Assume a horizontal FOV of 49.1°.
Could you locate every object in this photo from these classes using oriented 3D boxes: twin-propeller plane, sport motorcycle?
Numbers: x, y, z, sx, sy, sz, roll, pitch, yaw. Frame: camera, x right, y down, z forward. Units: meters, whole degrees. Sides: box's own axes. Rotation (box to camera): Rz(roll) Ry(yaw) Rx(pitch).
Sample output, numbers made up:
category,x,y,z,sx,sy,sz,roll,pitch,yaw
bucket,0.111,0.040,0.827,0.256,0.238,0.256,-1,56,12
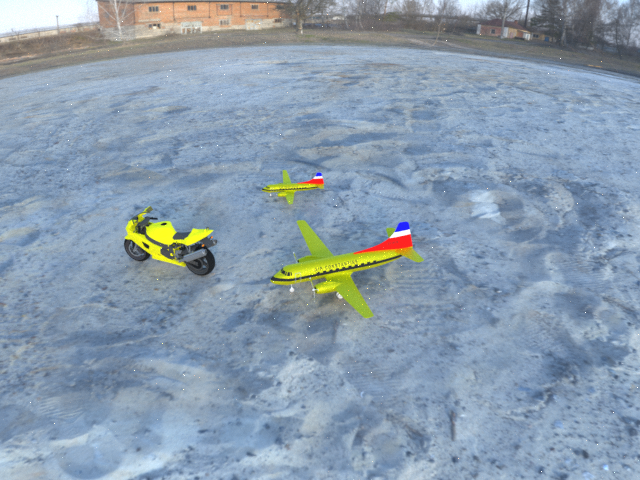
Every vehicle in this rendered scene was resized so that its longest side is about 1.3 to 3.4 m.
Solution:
category,x,y,z,sx,sy,sz,roll,pitch,yaw
twin-propeller plane,0.328,0.243,9.688,2.129,0.792,2.663,-10,32,-17
twin-propeller plane,-0.471,-0.963,12.148,1.095,0.407,1.370,-3,30,-6
sport motorcycle,-2.170,0.045,10.000,1.520,0.821,0.506,11,32,18
